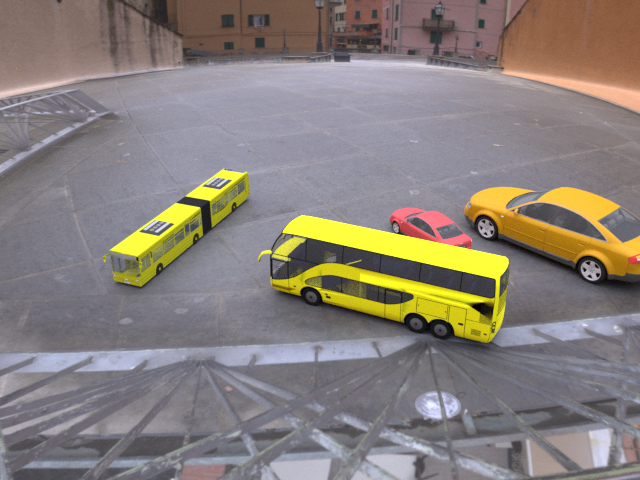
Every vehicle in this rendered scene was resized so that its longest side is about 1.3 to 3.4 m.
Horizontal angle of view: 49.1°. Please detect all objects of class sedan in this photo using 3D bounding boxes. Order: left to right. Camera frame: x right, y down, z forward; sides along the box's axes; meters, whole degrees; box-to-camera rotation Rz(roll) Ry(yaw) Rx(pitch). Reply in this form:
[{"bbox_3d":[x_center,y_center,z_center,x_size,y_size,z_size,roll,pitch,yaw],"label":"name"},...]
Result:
[{"bbox_3d":[1.710,-0.194,10.991,0.635,0.483,1.613,-15,31,-26],"label":"sedan"},{"bbox_3d":[3.656,-0.286,10.675,1.235,0.940,3.137,-23,36,-37],"label":"sedan"}]

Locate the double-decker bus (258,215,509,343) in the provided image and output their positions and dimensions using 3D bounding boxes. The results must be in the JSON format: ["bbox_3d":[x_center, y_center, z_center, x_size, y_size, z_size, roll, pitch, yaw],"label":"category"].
[{"bbox_3d":[0.783,0.453,9.146,3.251,1.052,0.756,12,30,22],"label":"double-decker bus"}]

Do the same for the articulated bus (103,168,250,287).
[{"bbox_3d":[-2.108,-0.303,11.115,0.605,0.561,3.401,11,30,19],"label":"articulated bus"}]
